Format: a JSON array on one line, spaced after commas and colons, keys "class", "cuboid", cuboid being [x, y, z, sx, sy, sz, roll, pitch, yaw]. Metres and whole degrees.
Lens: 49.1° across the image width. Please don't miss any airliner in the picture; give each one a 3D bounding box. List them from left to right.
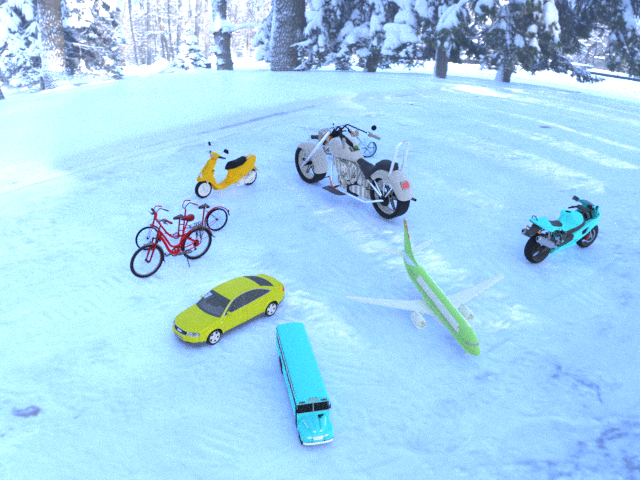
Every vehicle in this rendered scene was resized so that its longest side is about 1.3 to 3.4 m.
[{"class": "airliner", "cuboid": [1.508, 0.580, 9.092, 2.257, 0.835, 2.541, -7, 27, -14]}]

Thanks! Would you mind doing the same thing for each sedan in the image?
[{"class": "sedan", "cuboid": [-1.159, 0.829, 8.985, 0.635, 0.483, 1.613, 24, 35, 39]}]

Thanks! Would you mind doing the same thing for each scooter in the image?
[{"class": "scooter", "cuboid": [-1.709, -1.332, 12.856, 1.399, 0.919, 0.662, -20, 33, -35]}]

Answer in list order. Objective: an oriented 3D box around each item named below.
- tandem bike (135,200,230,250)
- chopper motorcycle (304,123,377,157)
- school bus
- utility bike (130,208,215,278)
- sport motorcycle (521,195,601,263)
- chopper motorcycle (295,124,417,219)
[{"class": "tandem bike", "cuboid": [-2.153, -0.308, 11.057, 1.642, 0.682, 0.283, -18, 31, -32]}, {"class": "chopper motorcycle", "cuboid": [0.413, -2.050, 14.482, 1.563, 0.761, 0.466, -5, 27, -10]}, {"class": "school bus", "cuboid": [-0.186, 1.530, 7.627, 0.365, 0.434, 1.708, -5, 27, -11]}, {"class": "utility bike", "cuboid": [-2.100, 0.001, 10.135, 1.435, 0.946, 0.535, -22, 34, -37]}, {"class": "sport motorcycle", "cuboid": [3.680, -0.144, 10.569, 1.520, 0.821, 0.506, -14, 30, -26]}, {"class": "chopper motorcycle", "cuboid": [0.518, -1.391, 12.343, 0.906, 1.480, 3.040, -18, 32, -33]}]
